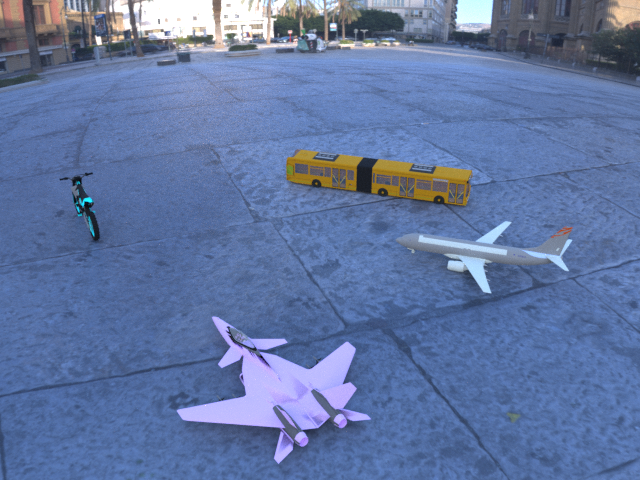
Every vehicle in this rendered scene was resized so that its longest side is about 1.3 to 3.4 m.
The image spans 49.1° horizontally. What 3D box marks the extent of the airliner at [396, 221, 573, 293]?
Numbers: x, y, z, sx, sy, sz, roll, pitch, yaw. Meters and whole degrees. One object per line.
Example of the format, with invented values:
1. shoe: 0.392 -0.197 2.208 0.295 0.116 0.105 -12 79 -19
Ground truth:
1. airliner: 2.354 -0.004 10.270 2.541 0.835 2.257 10 30 18

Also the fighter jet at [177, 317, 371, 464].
1. fighter jet: -0.658 1.358 8.001 2.229 0.557 2.640 -17 32 -29

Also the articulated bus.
1. articulated bus: 1.050 -1.152 12.721 3.401 0.561 0.605 9 29 16

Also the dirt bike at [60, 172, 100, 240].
1. dirt bike: -3.852 -0.603 11.372 0.527 0.857 1.493 -15 32 -26
